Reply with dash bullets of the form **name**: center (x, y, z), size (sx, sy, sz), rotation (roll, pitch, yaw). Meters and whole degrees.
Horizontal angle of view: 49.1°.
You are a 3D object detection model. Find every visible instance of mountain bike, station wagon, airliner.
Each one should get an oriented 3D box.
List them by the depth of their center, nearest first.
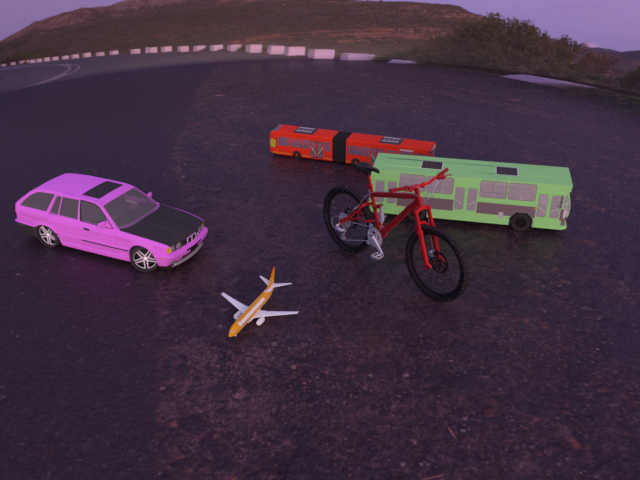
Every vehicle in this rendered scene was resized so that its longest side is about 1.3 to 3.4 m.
- **airliner**: center (-0.879, 0.827, 9.290), size (1.161, 0.429, 1.307), rotation (12, 30, 21)
- **mountain bike**: center (0.999, -0.252, 9.971), size (1.114, 1.688, 2.857), rotation (-22, 35, -35)
- **station wagon**: center (-3.293, -0.374, 11.012), size (3.105, 0.920, 1.327), rotation (12, 30, 21)

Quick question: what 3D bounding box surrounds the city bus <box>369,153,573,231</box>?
- **city bus**: center (2.493, -0.801, 11.838), size (3.255, 0.894, 0.926), rotation (6, 29, 11)

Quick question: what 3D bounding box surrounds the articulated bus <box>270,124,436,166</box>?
- **articulated bus**: center (0.640, -1.853, 14.153), size (3.401, 0.561, 0.605), rotation (9, 30, 17)
